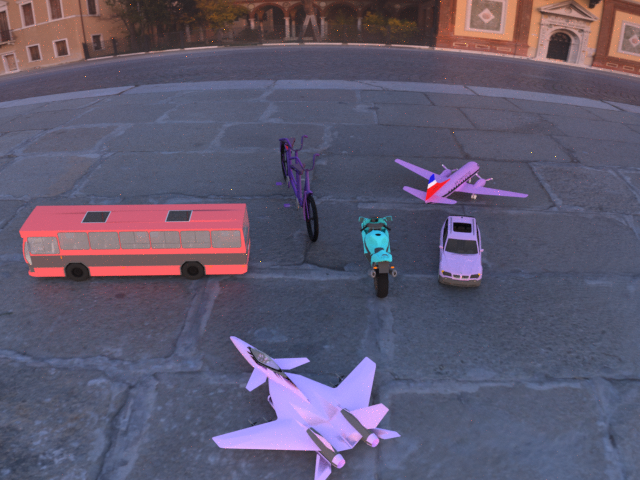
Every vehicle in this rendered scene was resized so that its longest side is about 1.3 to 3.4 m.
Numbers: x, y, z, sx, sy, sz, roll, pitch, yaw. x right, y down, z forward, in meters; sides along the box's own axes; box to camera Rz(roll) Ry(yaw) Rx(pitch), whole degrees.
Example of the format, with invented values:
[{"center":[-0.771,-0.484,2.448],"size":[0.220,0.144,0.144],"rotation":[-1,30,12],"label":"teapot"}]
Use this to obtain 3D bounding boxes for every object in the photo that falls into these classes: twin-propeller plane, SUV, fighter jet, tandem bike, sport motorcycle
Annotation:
[{"center":[2.427,-1.131,12.714],"size":[2.663,0.792,2.129],"rotation":[20,36,31],"label":"twin-propeller plane"},{"center":[2.159,0.136,10.757],"size":[0.656,0.580,1.572],"rotation":[5,31,8],"label":"SUV"},{"center":[-0.365,1.644,8.203],"size":[2.229,0.557,2.640],"rotation":[-21,36,-32],"label":"fighter jet"},{"center":[-0.397,-1.172,12.255],"size":[0.550,1.326,3.192],"rotation":[-7,31,-11],"label":"tandem bike"},{"center":[0.856,0.199,10.410],"size":[0.506,0.821,1.520],"rotation":[-2,30,-3],"label":"sport motorcycle"}]

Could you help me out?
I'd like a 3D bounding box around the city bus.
[{"center":[-2.721,0.034,10.620],"size":[3.255,0.894,0.926],"rotation":[-1,30,-1],"label":"city bus"}]
